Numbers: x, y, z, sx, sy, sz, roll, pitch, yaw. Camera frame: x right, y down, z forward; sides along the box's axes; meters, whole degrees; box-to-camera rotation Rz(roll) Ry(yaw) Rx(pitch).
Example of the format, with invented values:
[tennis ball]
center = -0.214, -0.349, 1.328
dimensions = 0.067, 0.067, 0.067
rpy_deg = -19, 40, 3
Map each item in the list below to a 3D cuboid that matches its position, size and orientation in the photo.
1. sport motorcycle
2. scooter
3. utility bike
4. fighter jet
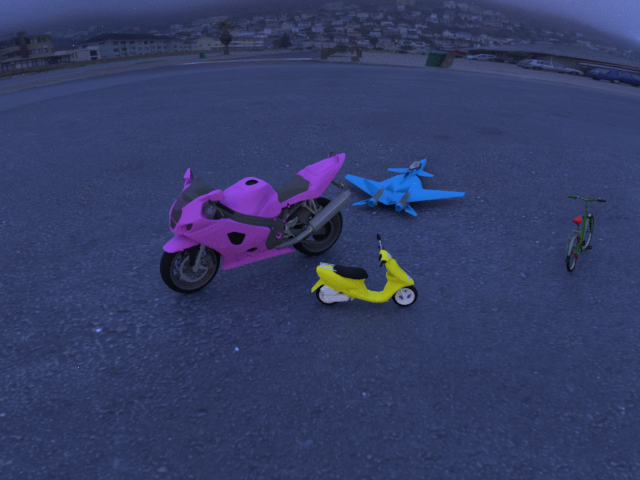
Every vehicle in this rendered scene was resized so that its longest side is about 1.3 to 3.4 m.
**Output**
[sport motorcycle]
center = -0.873, -0.273, 9.805
dimensions = 2.955, 1.596, 0.983
rpy_deg = -17, 31, -30
[scooter]
center = 0.590, 0.460, 9.110
dimensions = 1.399, 0.919, 0.662
rpy_deg = 1, 27, 2
[utility bike]
center = 3.800, -0.149, 10.280
dimensions = 0.535, 0.946, 1.435
rpy_deg = 16, 31, 29
[fighter jet]
center = 1.591, -1.207, 12.797
dimensions = 2.229, 0.557, 2.640
rpy_deg = 11, 29, 21
